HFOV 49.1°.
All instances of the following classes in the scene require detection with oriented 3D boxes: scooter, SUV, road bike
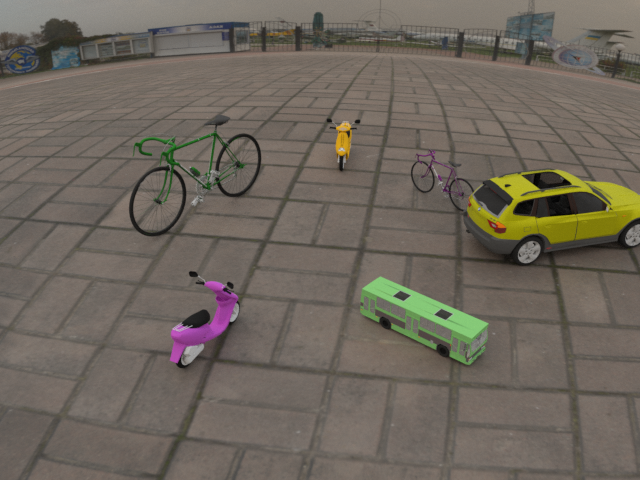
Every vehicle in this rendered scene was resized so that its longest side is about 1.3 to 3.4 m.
[{"bbox_3d":[0.471,-2.025,13.946,0.662,0.919,1.399,3,29,5],"label":"scooter"},{"bbox_3d":[3.801,-0.498,11.004,3.058,1.128,1.276,-8,30,-14],"label":"SUV"},{"bbox_3d":[-1.408,0.923,8.678,0.662,0.919,1.399,14,32,24],"label":"scooter"},{"bbox_3d":[-2.007,-1.182,11.685,0.696,1.656,3.004,21,35,32],"label":"road bike"},{"bbox_3d":[2.152,-1.073,12.313,0.358,0.852,1.545,-21,35,-32],"label":"road bike"}]

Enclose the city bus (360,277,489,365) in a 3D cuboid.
[{"bbox_3d":[1.300,1.025,8.967,1.674,0.460,0.476,23,37,35],"label":"city bus"}]
